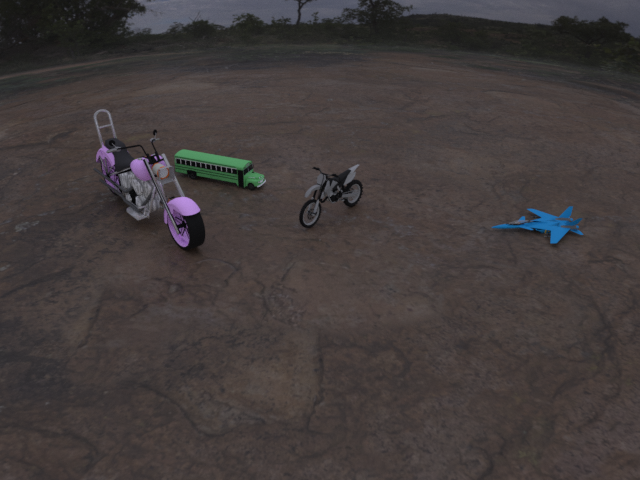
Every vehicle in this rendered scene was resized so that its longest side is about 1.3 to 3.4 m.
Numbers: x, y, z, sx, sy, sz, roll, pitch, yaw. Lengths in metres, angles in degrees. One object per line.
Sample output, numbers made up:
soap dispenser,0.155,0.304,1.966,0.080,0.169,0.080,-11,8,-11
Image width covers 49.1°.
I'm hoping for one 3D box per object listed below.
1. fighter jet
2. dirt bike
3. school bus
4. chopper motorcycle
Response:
fighter jet,3.353,-0.289,10.917,1.358,0.286,1.147,-2,29,-3
dirt bike,0.202,-0.758,11.169,0.527,0.857,1.493,24,37,36
school bus,-1.783,-1.263,12.498,1.708,0.434,0.365,12,31,20
chopper motorcycle,-2.731,-0.981,10.929,0.906,1.480,3.040,-22,36,-34
